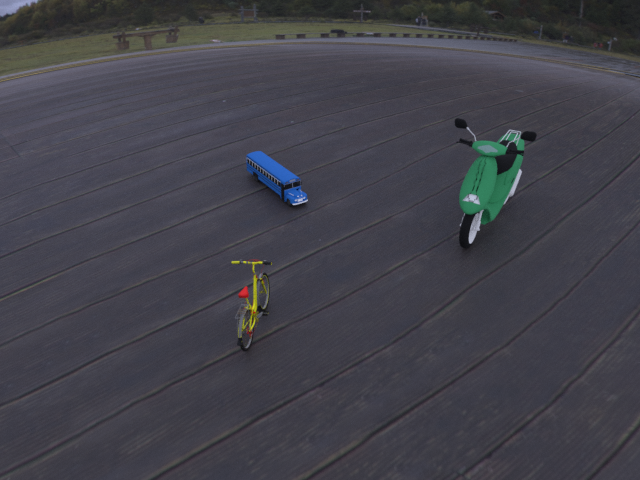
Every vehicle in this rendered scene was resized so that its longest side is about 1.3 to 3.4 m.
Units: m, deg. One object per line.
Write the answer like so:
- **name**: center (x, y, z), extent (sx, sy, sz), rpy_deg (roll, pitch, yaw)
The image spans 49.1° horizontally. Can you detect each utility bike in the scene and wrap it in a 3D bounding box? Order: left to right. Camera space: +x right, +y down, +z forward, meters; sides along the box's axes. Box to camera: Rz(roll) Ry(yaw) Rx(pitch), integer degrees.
- **utility bike**: center (-0.908, 0.755, 9.047), extent (0.535, 0.946, 1.435), rpy_deg (5, 31, 9)

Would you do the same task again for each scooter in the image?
- **scooter**: center (2.829, -1.135, 11.408), extent (1.288, 1.786, 2.721), rpy_deg (16, 34, 25)

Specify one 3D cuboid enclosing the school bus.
- **school bus**: center (-0.790, -1.120, 12.706), extent (0.365, 0.434, 1.708), rpy_deg (-18, 35, -28)
